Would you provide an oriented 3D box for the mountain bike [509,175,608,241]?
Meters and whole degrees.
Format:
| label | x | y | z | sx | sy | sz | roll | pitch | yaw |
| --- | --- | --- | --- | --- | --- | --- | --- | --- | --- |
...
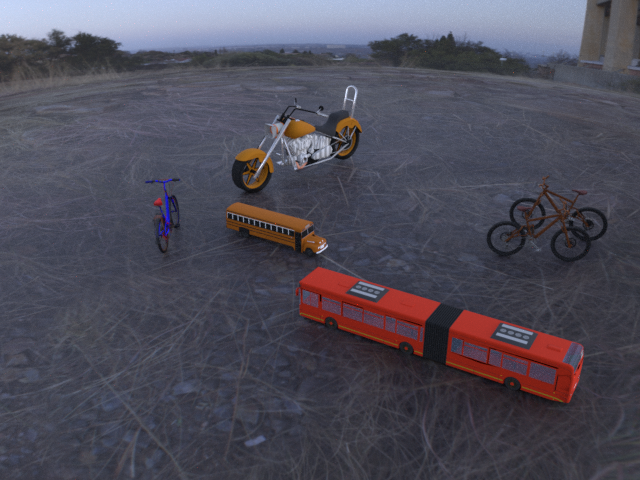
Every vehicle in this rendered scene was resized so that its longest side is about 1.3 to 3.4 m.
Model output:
| label | x | y | z | sx | sy | sz | roll | pitch | yaw |
| --- | --- | --- | --- | --- | --- | --- | --- | --- | --- |
| mountain bike | 3.694 | -0.463 | 10.827 | 1.469 | 0.868 | 0.573 | 11 | 29 | 21 |

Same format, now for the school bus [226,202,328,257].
| label | x | y | z | sx | sy | sz | roll | pitch | yaw |
| --- | --- | --- | --- | --- | --- | --- | --- | --- | --- |
| school bus | -0.670 | -0.175 | 10.736 | 1.708 | 0.434 | 0.365 | 15 | 31 | 28 |

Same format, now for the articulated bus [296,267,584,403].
| label | x | y | z | sx | sy | sz | roll | pitch | yaw |
| --- | --- | --- | --- | --- | --- | --- | --- | --- | --- |
| articulated bus | 1.266 | 1.036 | 8.185 | 3.401 | 0.561 | 0.605 | 15 | 30 | 28 |

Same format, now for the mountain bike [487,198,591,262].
| label | x | y | z | sx | sy | sz | roll | pitch | yaw |
| --- | --- | --- | --- | --- | --- | --- | --- | --- | --- |
| mountain bike | 3.181 | -0.118 | 10.139 | 1.469 | 0.868 | 0.573 | 5 | 27 | 10 |

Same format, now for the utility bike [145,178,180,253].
| label | x | y | z | sx | sy | sz | roll | pitch | yaw |
| --- | --- | --- | --- | --- | --- | --- | --- | --- | --- |
| utility bike | -2.395 | -0.434 | 10.681 | 0.535 | 0.946 | 1.435 | 0 | 27 | 1 |

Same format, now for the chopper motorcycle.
| label | x | y | z | sx | sy | sz | roll | pitch | yaw |
| --- | --- | --- | --- | --- | --- | --- | --- | --- | --- |
| chopper motorcycle | -0.369 | -1.905 | 13.015 | 3.040 | 1.480 | 0.906 | -23 | 34 | -37 |
